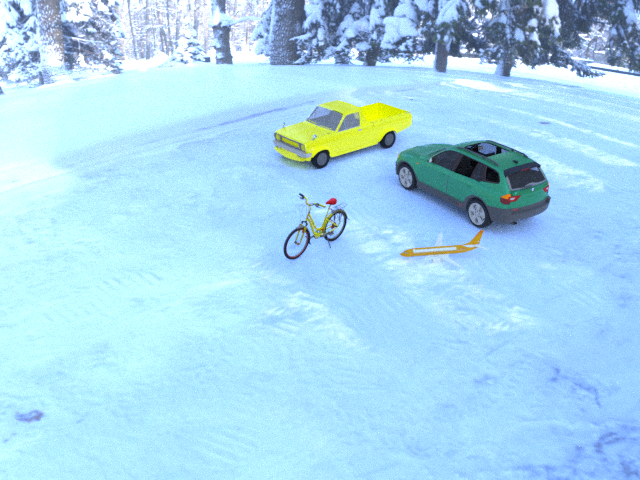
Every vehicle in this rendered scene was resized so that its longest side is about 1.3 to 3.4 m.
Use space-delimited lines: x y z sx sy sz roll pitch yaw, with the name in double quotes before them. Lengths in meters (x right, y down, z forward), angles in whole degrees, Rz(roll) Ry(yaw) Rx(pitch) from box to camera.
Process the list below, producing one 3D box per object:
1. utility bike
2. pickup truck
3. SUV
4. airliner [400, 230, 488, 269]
"utility bike" 0.002 -0.260 10.711 0.535 0.946 1.435 24 36 38
"pickup truck" 0.523 -2.394 14.788 3.117 0.993 1.244 -21 34 -35
"SUV" 2.617 -1.202 12.334 1.276 1.128 3.058 -16 31 -28
"airliner" 1.860 0.073 10.627 1.307 0.429 1.161 -3 28 -6
